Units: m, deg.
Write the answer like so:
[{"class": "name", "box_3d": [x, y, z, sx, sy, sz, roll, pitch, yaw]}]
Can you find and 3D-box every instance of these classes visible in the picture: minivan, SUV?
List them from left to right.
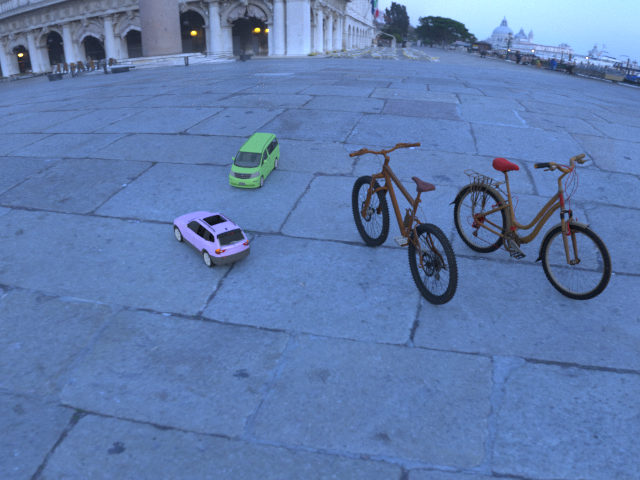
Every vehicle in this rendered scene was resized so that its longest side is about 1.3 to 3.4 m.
[{"class": "SUV", "box_3d": [-1.656, -0.122, 10.565, 0.656, 0.580, 1.572, -19, 33, -31]}, {"class": "minivan", "box_3d": [-1.225, -1.500, 13.157, 0.681, 0.616, 1.548, 6, 28, 11]}]

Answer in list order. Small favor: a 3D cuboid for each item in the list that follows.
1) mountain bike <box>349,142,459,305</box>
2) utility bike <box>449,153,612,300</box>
[{"class": "mountain bike", "box_3d": [1.118, -0.328, 9.765, 1.114, 1.688, 2.857, -11, 30, -21]}, {"class": "utility bike", "box_3d": [2.937, -0.411, 9.762, 1.039, 1.839, 2.791, -19, 33, -32]}]
